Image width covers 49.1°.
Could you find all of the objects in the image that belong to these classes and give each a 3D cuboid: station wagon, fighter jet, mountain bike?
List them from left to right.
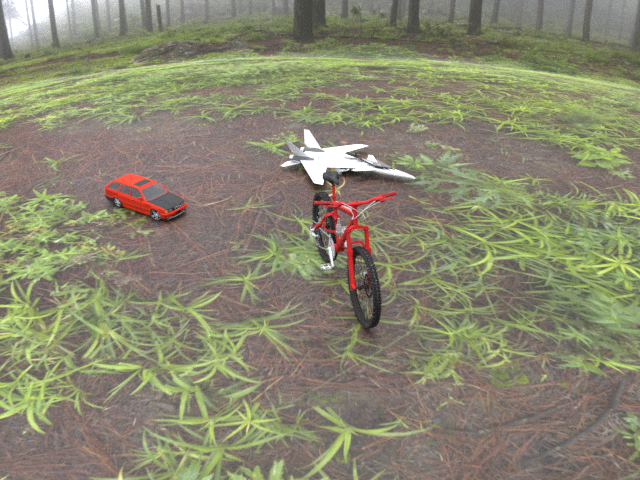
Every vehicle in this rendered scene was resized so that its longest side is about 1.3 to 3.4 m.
[{"bbox_3d":[-3.096,-0.795,12.413,1.597,0.473,0.682,18,33,29],"label":"station wagon"},{"bbox_3d":[0.318,-0.052,9.801,1.114,1.688,2.857,-8,30,-14],"label":"mountain bike"},{"bbox_3d":[0.641,-1.608,13.805,2.640,0.557,2.229,13,31,23],"label":"fighter jet"}]
